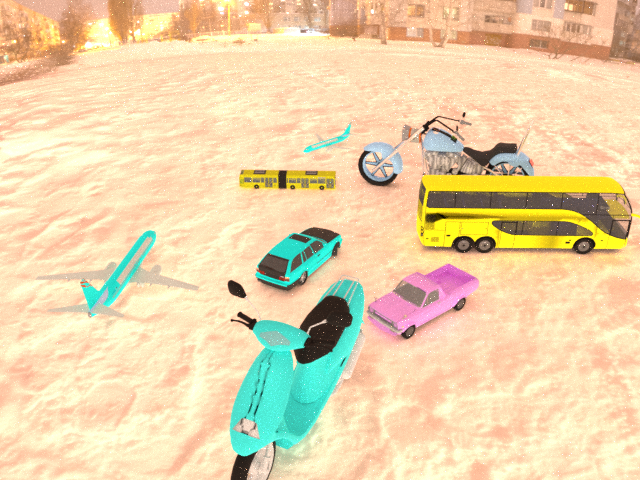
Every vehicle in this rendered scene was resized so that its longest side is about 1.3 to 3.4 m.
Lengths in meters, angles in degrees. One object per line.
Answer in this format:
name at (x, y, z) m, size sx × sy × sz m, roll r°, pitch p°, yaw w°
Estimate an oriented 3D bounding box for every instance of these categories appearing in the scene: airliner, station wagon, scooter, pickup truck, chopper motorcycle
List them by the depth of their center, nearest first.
scooter at (-0.161, 1.151, 6.998) m, size 1.288 × 1.786 × 2.721 m, roll 13°, pitch 32°, yaw 23°
pickup truck at (1.356, 0.716, 9.096) m, size 1.603 × 0.511 × 0.640 m, roll -22°, pitch 36°, yaw -34°
airliner at (-2.696, 0.280, 9.548) m, size 2.257 × 0.835 × 2.541 m, roll 3°, pitch 29°, yaw 6°
station wagon at (-0.266, 0.163, 10.131) m, size 0.682 × 0.473 × 1.597 m, roll 16°, pitch 33°, yaw 27°
chopper motorcycle at (2.165, -1.507, 12.104) m, size 3.040 × 1.480 × 0.906 m, roll 9°, pitch 30°, yaw 16°
airliner at (0.170, -2.058, 14.180) m, size 1.307 × 0.429 × 1.161 m, roll -22°, pitch 36°, yaw -34°

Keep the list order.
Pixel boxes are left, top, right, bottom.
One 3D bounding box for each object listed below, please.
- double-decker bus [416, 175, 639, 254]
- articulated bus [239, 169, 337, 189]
double-decker bus at (3.104, -0.407, 10.562) m, size 3.251 × 1.052 × 0.756 m, roll 1°, pitch 29°, yaw 1°
articulated bus at (-0.567, -1.089, 12.578) m, size 1.749 × 0.289 × 0.311 m, roll 1°, pitch 29°, yaw 2°
